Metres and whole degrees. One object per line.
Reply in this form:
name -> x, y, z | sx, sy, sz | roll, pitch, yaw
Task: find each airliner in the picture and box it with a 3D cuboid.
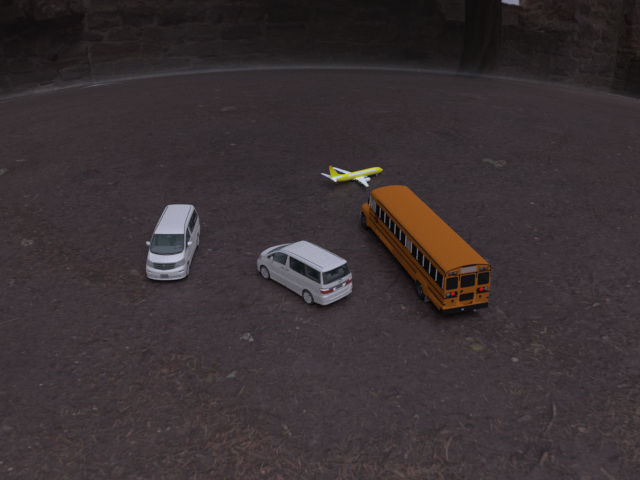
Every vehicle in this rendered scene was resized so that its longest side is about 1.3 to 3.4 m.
airliner -> 0.697, -1.343, 13.524 | 1.307, 0.429, 1.161 | -16, 31, -29

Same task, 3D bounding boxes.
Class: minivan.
minivan -> -0.253, 0.377, 9.927 | 0.681, 0.616, 1.548 | -23, 35, -37
minivan -> -2.221, 0.022, 10.626 | 0.681, 0.616, 1.548 | 0, 27, 0

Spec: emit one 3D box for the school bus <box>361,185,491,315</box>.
school bus -> 1.429, -0.015, 10.446 | 0.709, 0.844, 3.322 | -8, 28, -15
